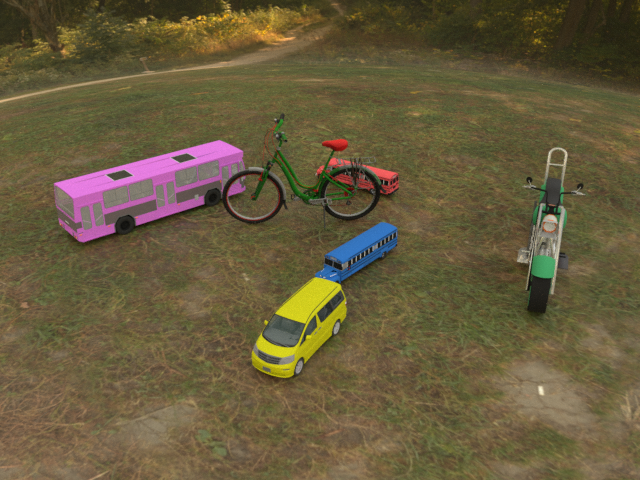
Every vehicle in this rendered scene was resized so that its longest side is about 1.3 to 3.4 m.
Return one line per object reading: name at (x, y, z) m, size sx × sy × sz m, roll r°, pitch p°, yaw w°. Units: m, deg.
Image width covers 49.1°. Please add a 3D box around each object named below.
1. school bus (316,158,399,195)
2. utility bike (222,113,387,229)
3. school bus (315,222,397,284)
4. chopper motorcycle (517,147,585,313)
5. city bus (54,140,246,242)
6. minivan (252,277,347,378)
school bus at (0.683, -1.229, 13.394) m, size 1.708 × 0.434 × 0.365 m, roll 18°, pitch 33°, yaw 30°
utility bike at (-0.243, -1.059, 11.567) m, size 2.791 × 1.839 × 1.039 m, roll -2°, pitch 28°, yaw -4°
school bus at (0.558, 0.230, 10.629) m, size 0.365 × 0.434 × 1.708 m, roll 21°, pitch 35°, yaw 35°
chopper motorcycle at (3.370, -0.218, 10.358) m, size 0.906 × 1.480 × 3.040 m, roll 9°, pitch 29°, yaw 16°
city bus at (-2.863, -0.874, 12.228) m, size 3.255 × 0.894 × 0.926 m, roll -22°, pitch 35°, yaw -35°
minivan at (-0.247, 1.080, 8.824) m, size 0.681 × 0.616 × 1.548 m, roll 15°, pitch 31°, yaw 26°
